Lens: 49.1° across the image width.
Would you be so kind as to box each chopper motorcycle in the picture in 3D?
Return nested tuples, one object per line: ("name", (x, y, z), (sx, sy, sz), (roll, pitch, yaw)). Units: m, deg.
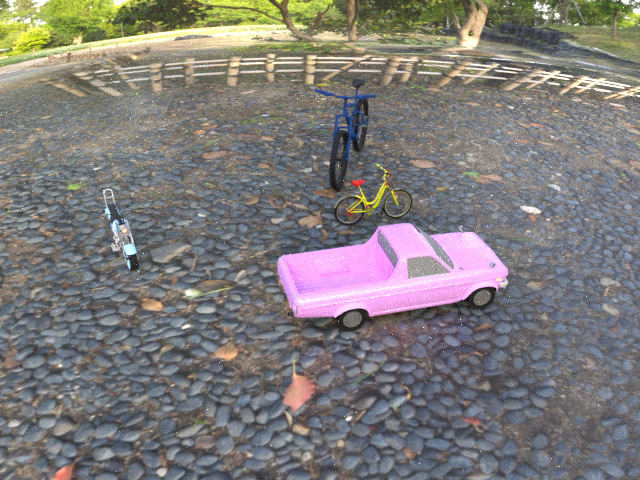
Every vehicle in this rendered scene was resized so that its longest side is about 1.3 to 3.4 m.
("chopper motorcycle", (-3.087, -0.167, 10.828), (0.466, 0.761, 1.563), (-14, 34, -22))

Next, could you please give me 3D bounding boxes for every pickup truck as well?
("pickup truck", (1.002, 0.399, 9.665), (3.117, 0.993, 1.244), (-8, 32, -13))

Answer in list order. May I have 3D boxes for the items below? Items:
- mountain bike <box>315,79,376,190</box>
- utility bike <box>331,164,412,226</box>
("mountain bike", (0.578, -2.138, 13.202), (1.114, 1.688, 2.857), (8, 32, 13))
("utility bike", (0.855, -0.746, 11.610), (1.435, 0.946, 0.535), (-8, 32, -13))
